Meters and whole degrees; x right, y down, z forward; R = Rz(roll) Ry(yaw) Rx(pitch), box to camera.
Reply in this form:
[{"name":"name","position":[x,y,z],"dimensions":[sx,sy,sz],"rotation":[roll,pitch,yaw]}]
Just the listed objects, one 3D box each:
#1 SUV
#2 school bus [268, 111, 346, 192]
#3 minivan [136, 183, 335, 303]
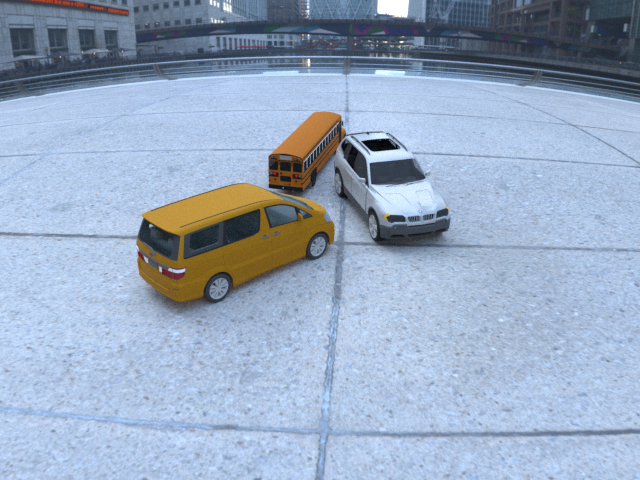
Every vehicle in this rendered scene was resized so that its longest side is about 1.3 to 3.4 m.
[{"name":"SUV","position":[1.144,-1.004,11.959],"dimensions":[1.276,1.128,3.058],"rotation":[-7,28,-14]},{"name":"school bus","position":[-0.163,-1.846,13.948],"dimensions":[0.709,0.844,3.322],"rotation":[7,28,14]},{"name":"minivan","position":[-1.122,-0.132,10.149],"dimensions":[3.011,1.197,1.324],"rotation":[-23,34,-37]}]
